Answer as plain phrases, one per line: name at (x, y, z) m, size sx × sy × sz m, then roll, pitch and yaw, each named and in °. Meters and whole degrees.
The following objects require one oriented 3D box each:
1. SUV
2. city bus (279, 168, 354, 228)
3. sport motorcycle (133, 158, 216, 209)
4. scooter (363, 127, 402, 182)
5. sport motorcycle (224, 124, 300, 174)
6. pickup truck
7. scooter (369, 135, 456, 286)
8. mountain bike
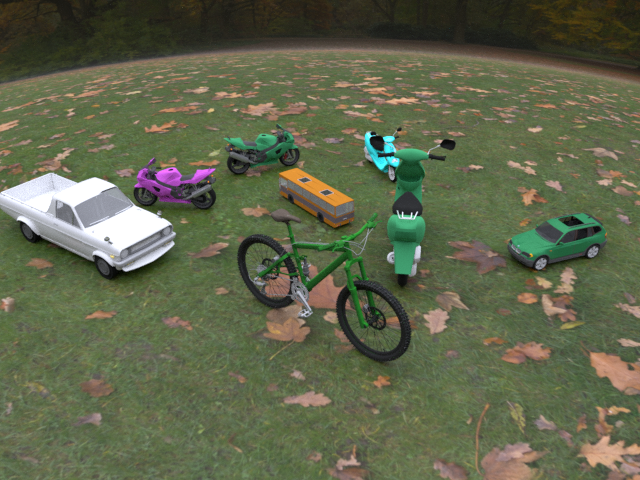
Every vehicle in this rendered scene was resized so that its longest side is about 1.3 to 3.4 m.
SUV at (3.687, -0.019, 10.847) m, size 1.572 × 0.580 × 0.656 m, roll -11°, pitch 32°, yaw -18°
city bus at (-0.084, -0.735, 12.221) m, size 0.476 × 0.460 × 1.674 m, roll -20°, pitch 36°, yaw -31°
sport motorcycle at (-2.543, -0.945, 12.225) m, size 1.520 × 0.821 × 0.506 m, roll 3°, pitch 30°, yaw 6°
scooter at (1.191, -1.758, 13.549) m, size 0.662 × 0.919 × 1.399 m, roll -11°, pitch 32°, yaw -19°
sport motorcycle at (-1.112, -1.745, 13.625) m, size 1.520 × 0.821 × 0.506 m, roll -11°, pitch 32°, yaw -19°
pickup truck at (-3.756, -0.412, 11.118) m, size 3.117 × 0.993 × 1.244 m, roll 20°, pitch 35°, yaw 31°
scooter at (1.343, -0.602, 10.653) m, size 1.288 × 1.786 × 2.721 m, roll 4°, pitch 30°, yaw 7°
mountain bike at (-0.042, 0.453, 8.905) m, size 2.857 × 1.688 × 1.114 m, roll 22°, pitch 37°, yaw 34°
